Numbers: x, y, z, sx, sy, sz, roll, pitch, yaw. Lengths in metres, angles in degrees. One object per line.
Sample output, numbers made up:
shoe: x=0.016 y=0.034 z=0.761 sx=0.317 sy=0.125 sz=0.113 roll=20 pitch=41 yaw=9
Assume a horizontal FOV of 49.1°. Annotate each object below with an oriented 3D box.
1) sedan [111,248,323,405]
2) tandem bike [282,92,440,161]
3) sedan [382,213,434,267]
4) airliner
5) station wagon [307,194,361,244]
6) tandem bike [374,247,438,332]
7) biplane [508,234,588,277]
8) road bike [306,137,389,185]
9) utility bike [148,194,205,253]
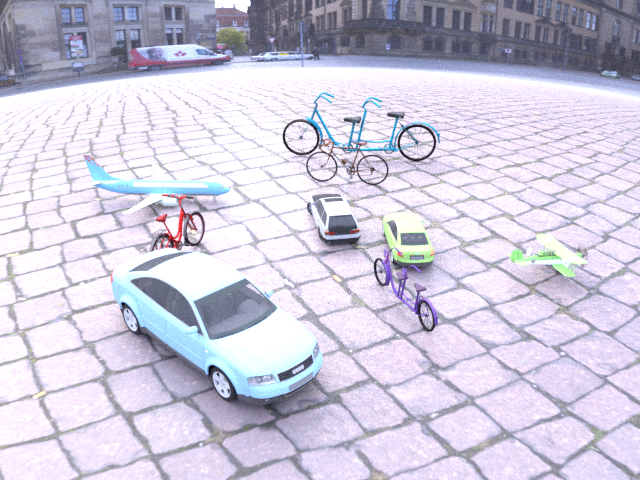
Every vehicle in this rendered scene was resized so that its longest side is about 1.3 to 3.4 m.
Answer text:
sedan: x=-1.293 y=0.830 z=8.245 sx=1.235 sy=0.940 sz=3.137 roll=-24 pitch=35 yaw=-39
tandem bike: x=0.811 y=-2.259 z=14.032 sx=3.192 sy=1.326 sz=0.550 roll=3 pitch=27 yaw=7
sedan: x=1.322 y=-0.093 z=10.617 sx=0.635 sy=0.483 sz=1.613 roll=-2 pitch=26 yaw=-3
airliner: x=-2.855 y=-1.092 z=12.232 sx=2.541 sy=0.835 sz=2.257 roll=0 pitch=26 yaw=0
station wagon: x=0.215 y=-0.452 z=11.350 sx=0.682 sy=0.473 sz=1.597 roll=-4 pitch=27 yaw=-9
tandem bike: x=1.082 y=0.572 z=9.054 sx=0.283 sy=0.682 sz=1.642 roll=-11 pitch=28 yaw=-21
biplane: x=3.215 y=0.252 z=9.897 sx=1.090 sy=0.504 sz=1.336 roll=-3 pitch=27 yaw=-5
road bike: x=0.500 y=-1.444 z=12.923 sx=1.545 sy=0.852 sz=0.358 roll=5 pitch=27 yaw=9
utility bike: x=-2.149 y=-0.176 z=10.264 sx=0.535 sy=0.946 sz=1.435 roll=11 pitch=28 yaw=21
